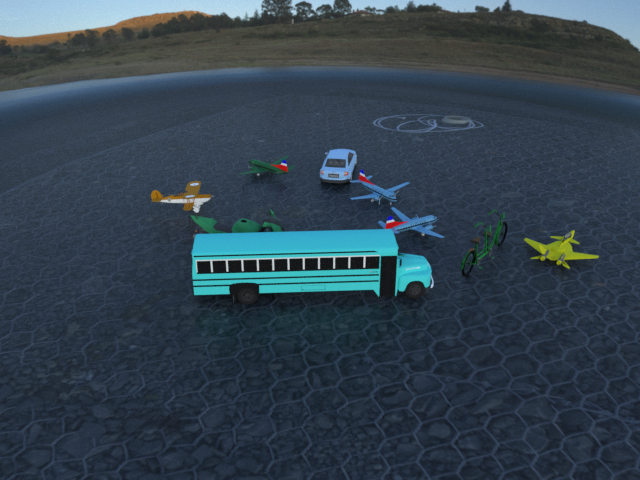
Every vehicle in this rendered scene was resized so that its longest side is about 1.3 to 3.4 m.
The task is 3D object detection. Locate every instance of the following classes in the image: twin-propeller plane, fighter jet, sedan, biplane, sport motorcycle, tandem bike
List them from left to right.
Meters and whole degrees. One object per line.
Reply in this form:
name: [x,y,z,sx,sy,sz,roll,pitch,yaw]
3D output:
biplane: [-2.399,-0.741,12.272,1.090,0.504,1.336,-2,27,-4]
sport motorcycle: [-1.154,-0.006,10.440,1.520,0.821,0.506,3,27,5]
twin-propeller plane: [-1.035,-1.500,13.908,1.095,0.407,1.370,21,33,36]
sedan: [0.381,-1.551,13.926,0.635,0.483,1.613,4,27,8]
twin-propeller plane: [1.049,-0.964,12.830,1.370,0.407,1.095,-17,31,-31]
twin-propeller plane: [1.514,-0.304,11.503,1.095,0.407,1.370,-15,30,-27]
tandem bike: [2.509,0.005,10.573,0.283,0.682,1.642,18,32,32]
fighter jet: [3.818,0.019,10.989,1.147,0.286,1.358,16,31,29]

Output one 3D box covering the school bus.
school bus: [-0.081,0.338,9.721,3.322,0.844,0.709,-2,26,-3]
